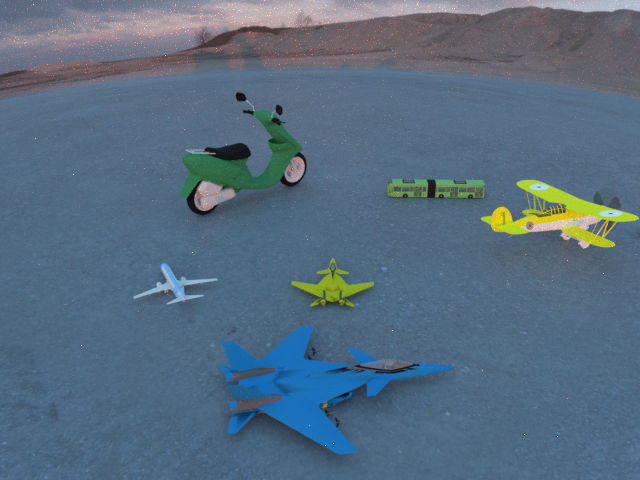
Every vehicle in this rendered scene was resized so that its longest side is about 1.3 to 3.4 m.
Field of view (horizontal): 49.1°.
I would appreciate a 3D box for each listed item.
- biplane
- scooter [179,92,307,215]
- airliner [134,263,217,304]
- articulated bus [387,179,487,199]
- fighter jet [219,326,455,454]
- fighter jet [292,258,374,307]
[{"bbox_3d":[3.534,-0.335,10.716,2.120,0.981,2.598,-8,28,-16],"label":"biplane"},{"bbox_3d":[-1.280,-1.525,12.195,2.721,1.786,1.288,-22,34,-37],"label":"scooter"},{"bbox_3d":[-2.022,0.514,9.634,1.161,0.429,1.307,-12,29,-22],"label":"airliner"},{"bbox_3d":[2.108,-0.932,12.683,1.749,0.289,0.311,1,27,2],"label":"articulated bus"},{"bbox_3d":[0.247,1.421,7.678,2.640,0.557,2.229,-5,27,-10],"label":"fighter jet"},{"bbox_3d":[0.179,0.494,9.833,1.147,0.286,1.358,1,27,1],"label":"fighter jet"}]
